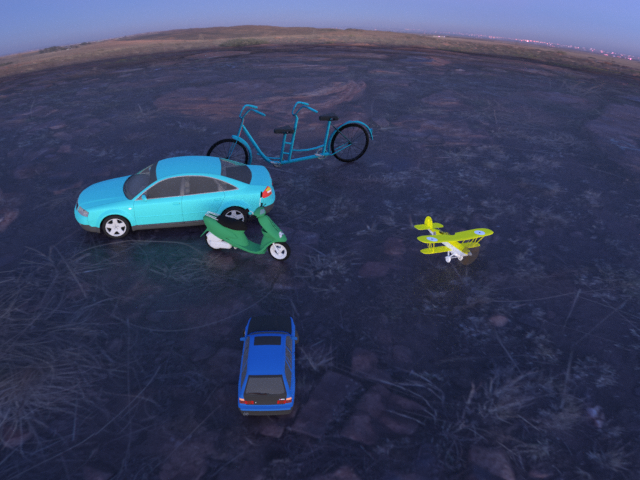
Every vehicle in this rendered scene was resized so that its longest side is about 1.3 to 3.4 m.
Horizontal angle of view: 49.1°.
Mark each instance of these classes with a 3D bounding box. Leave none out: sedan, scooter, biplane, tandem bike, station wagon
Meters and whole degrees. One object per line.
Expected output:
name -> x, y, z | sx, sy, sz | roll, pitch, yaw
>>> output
sedan -> -2.289, -0.771, 11.107 | 3.137, 0.940, 1.235 | -5, 30, -8
scooter -> -1.088, -0.180, 10.088 | 1.399, 0.919, 0.662 | 9, 31, 15
biplane -> 1.869, -0.012, 10.212 | 1.336, 0.504, 1.090 | -16, 33, -25
tandem bike -> -0.506, -1.865, 12.645 | 3.192, 1.326, 0.550 | -10, 31, -17
station wagon -> -0.583, 1.302, 7.927 | 0.682, 0.473, 1.597 | -1, 30, -1
